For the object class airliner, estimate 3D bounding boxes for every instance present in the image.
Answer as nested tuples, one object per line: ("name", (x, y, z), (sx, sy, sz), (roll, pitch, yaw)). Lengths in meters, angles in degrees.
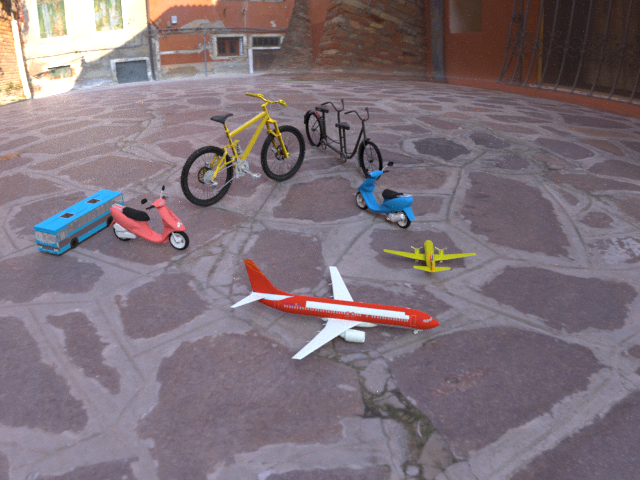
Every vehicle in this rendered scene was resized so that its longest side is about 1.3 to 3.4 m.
("airliner", (0.236, 0.720, 8.786), (2.541, 0.835, 2.257), (5, 26, 10))

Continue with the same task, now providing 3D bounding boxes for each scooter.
("scooter", (1.081, -0.780, 11.775), (0.662, 0.919, 1.399), (-19, 32, -34))
("scooter", (-2.680, -0.336, 10.862), (1.399, 0.919, 0.662), (9, 27, 17))

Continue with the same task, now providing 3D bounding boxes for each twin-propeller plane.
("twin-propeller plane", (1.627, 0.196, 10.352), (1.370, 0.407, 1.095), (2, 26, 4))

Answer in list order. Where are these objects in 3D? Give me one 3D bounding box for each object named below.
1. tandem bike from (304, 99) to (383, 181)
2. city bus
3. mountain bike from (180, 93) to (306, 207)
("tandem bike", (0.414, -2.217, 14.265), (0.550, 1.326, 3.192), (-13, 29, -25))
("city bus", (-3.840, -0.299, 11.310), (0.476, 0.460, 1.674), (10, 28, 20))
("mountain bike", (-1.329, -1.654, 12.692), (2.857, 1.688, 1.114), (-23, 34, -39))
